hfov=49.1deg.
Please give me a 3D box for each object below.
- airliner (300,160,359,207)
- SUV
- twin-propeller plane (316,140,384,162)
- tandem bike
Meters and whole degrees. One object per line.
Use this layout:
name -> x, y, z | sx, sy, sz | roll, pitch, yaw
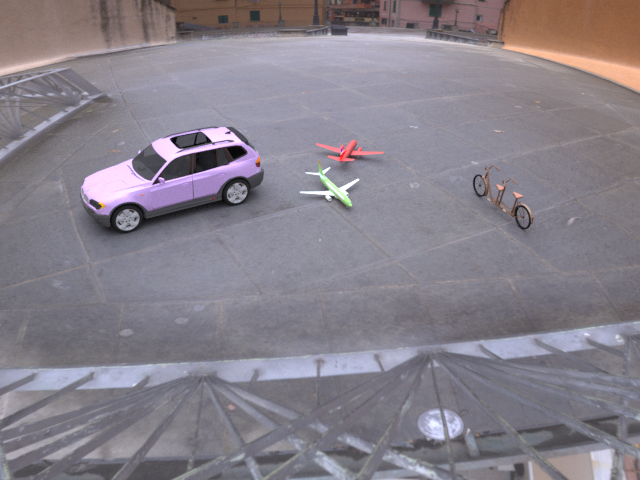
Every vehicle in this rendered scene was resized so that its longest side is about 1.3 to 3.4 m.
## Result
airliner -> 0.241, -0.972, 12.208 | 1.161, 0.429, 1.307 | -14, 34, -22
SUV -> -2.467, -1.117, 11.774 | 3.058, 1.128, 1.276 | -16, 35, -25
twin-propeller plane -> 0.542, -1.762, 13.519 | 1.370, 0.407, 1.095 | 10, 33, 15
tandem bike -> 3.027, -0.765, 11.628 | 0.283, 0.682, 1.642 | -13, 34, -20
